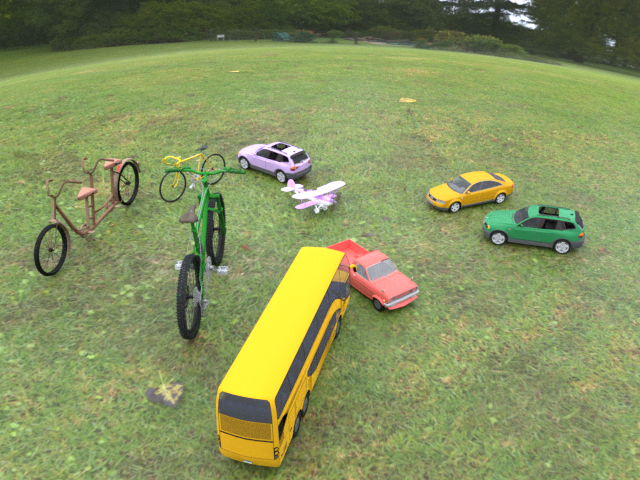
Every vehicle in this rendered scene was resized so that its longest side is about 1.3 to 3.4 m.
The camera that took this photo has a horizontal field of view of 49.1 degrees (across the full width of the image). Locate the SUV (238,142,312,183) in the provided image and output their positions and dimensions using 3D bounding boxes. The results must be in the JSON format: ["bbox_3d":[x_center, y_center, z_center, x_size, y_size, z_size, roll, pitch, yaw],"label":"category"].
[{"bbox_3d":[-0.883,-1.580,13.420,1.572,0.580,0.656,22,37,33],"label":"SUV"}]

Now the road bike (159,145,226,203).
[{"bbox_3d":[-2.276,-1.236,12.552,0.358,0.852,1.545,23,37,34],"label":"road bike"}]

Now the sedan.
[{"bbox_3d":[2.652,-0.903,12.344,1.613,0.483,0.635,-11,32,-19],"label":"sedan"}]

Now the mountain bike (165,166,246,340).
[{"bbox_3d":[-1.596,0.020,9.544,1.114,1.688,2.857,1,30,3],"label":"mountain bike"}]

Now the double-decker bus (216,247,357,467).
[{"bbox_3d":[-0.298,1.154,8.216,0.756,1.052,3.251,8,31,13],"label":"double-decker bus"}]

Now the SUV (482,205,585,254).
[{"bbox_3d":[3.391,-0.240,11.100,1.572,0.580,0.656,8,31,14],"label":"SUV"}]

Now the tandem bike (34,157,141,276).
[{"bbox_3d":[-3.626,-0.669,11.098,0.550,1.326,3.192,7,31,12],"label":"tandem bike"}]

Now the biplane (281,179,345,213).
[{"bbox_3d":[-0.134,-0.783,12.116,1.090,0.504,1.336,21,36,32],"label":"biplane"}]

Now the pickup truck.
[{"bbox_3d":[0.685,0.429,10.013,0.640,0.511,1.603,-20,36,-31],"label":"pickup truck"}]
